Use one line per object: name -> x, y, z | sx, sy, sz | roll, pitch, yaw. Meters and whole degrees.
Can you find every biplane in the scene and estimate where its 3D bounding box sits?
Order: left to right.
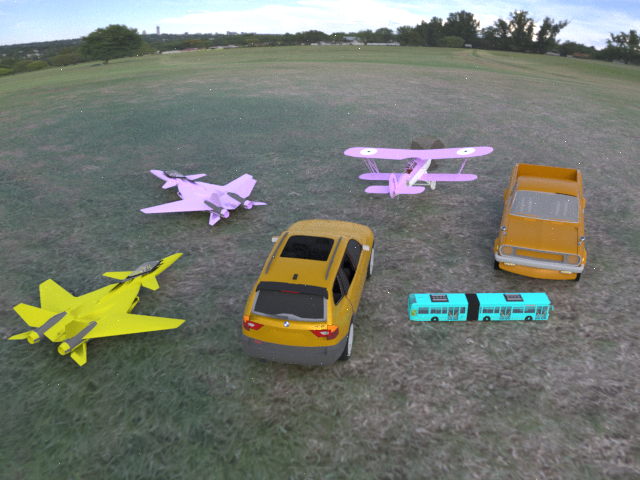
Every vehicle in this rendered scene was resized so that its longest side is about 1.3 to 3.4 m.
biplane -> 1.499, -1.138, 11.836 | 2.598, 0.981, 2.120 | 12, 30, 22

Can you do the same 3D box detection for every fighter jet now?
fighter jet -> -2.576, 0.580, 8.967 | 2.229, 0.557, 2.640 | 13, 30, 23
fighter jet -> -2.208, -1.004, 12.039 | 2.229, 0.557, 2.640 | -24, 36, -39

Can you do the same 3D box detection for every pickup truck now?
pickup truck -> 3.352, -0.455, 10.498 | 1.244, 0.993, 3.117 | 8, 28, 16

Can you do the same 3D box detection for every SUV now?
SUV -> -0.065, 0.399, 8.694 | 1.276, 1.128, 3.058 | 5, 28, 10

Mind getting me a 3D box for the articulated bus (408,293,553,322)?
articulated bus -> 1.989, 0.839, 8.757 | 1.749, 0.289, 0.311 | 0, 27, -1
